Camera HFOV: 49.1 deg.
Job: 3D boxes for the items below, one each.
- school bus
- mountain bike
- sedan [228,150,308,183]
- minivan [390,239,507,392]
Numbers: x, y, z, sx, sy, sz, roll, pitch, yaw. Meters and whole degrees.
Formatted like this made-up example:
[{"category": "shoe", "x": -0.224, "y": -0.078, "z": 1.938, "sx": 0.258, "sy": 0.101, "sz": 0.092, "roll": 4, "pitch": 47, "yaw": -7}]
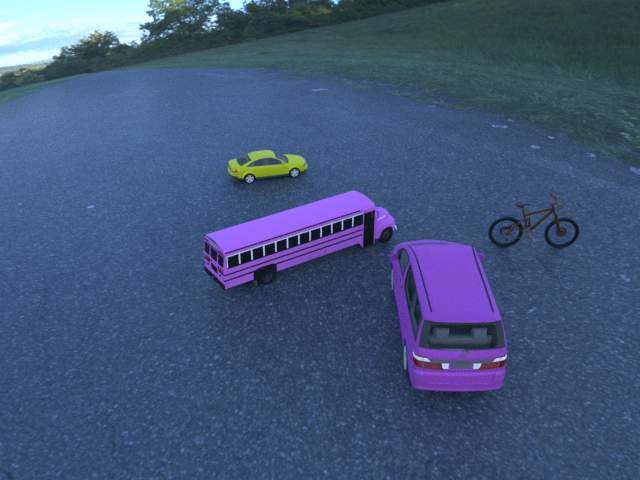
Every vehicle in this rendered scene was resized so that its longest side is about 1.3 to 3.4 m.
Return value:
[{"category": "school bus", "x": -0.204, "y": -0.076, "z": 11.118, "sx": 3.322, "sy": 0.844, "sz": 0.709, "roll": -18, "pitch": 34, "yaw": -29}, {"category": "mountain bike", "x": 3.507, "y": -0.256, "z": 11.413, "sx": 1.469, "sy": 0.868, "sz": 0.573, "roll": 1, "pitch": 29, "yaw": 2}, {"category": "sedan", "x": -1.044, "y": -1.530, "z": 14.069, "sx": 1.613, "sy": 0.483, "sz": 0.635, "roll": -9, "pitch": 31, "yaw": -15}, {"category": "minivan", "x": 1.627, "y": 0.724, "z": 9.336, "sx": 1.324, "sy": 1.197, "sz": 3.011, "roll": 0, "pitch": 29, "yaw": 0}]
